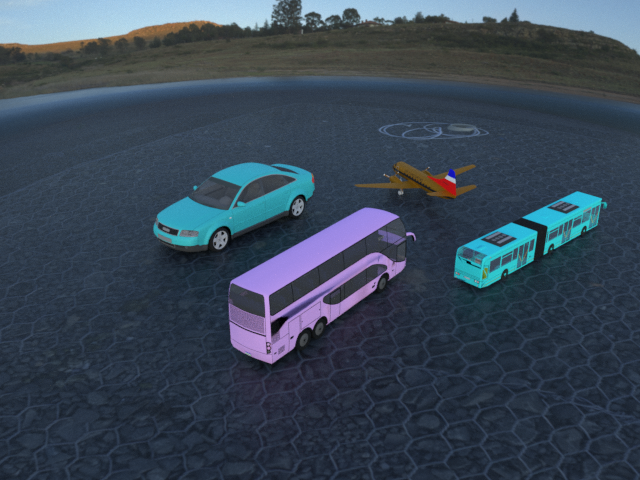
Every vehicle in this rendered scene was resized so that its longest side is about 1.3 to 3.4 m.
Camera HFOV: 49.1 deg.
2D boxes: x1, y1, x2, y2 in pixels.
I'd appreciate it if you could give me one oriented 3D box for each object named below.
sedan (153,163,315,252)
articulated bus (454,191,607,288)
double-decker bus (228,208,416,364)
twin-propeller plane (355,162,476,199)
[{"bbox_3d":[-1.390,-0.693,11.828,1.235,0.940,3.137,20,32,36],"label":"sedan"},{"bbox_3d":[3.345,-0.065,10.934,3.401,0.561,0.605,-21,32,-38],"label":"articulated bus"},{"bbox_3d":[0.119,0.465,9.224,0.756,1.052,3.251,18,30,33],"label":"double-decker bus"},{"bbox_3d":[1.929,-1.209,13.106,2.663,0.792,2.129,-11,27,-23],"label":"twin-propeller plane"}]
